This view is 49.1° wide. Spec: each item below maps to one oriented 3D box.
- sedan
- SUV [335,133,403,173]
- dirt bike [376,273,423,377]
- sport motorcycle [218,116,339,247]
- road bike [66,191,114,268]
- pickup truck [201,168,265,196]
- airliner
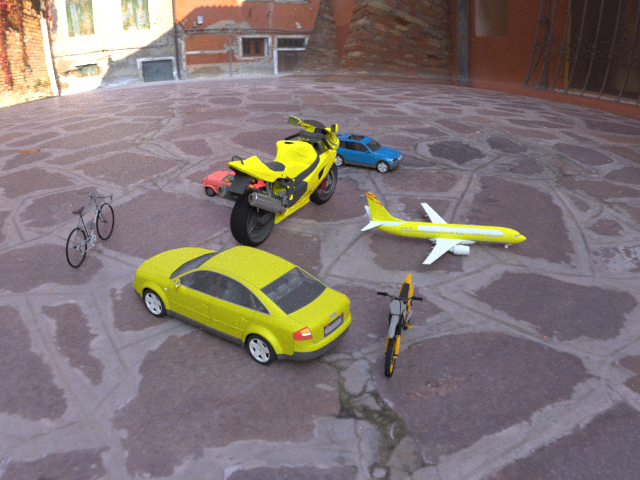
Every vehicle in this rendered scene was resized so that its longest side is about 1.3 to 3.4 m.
[{"bbox_3d":[-1.079,0.611,8.854,3.137,0.940,1.235,17,31,31],"label":"sedan"},{"bbox_3d":[0.904,-1.803,14.291,1.572,0.580,0.656,11,28,21],"label":"SUV"},{"bbox_3d":[0.950,0.935,8.273,0.527,0.857,1.493,7,27,14],"label":"dirt bike"},{"bbox_3d":[-0.523,-1.009,11.465,0.983,1.596,2.955,15,30,29],"label":"sport motorcycle"},{"bbox_3d":[-3.491,-0.202,10.647,0.358,0.852,1.545,4,26,9],"label":"road bike"},{"bbox_3d":[-1.378,-1.025,12.753,1.603,0.511,0.640,12,28,24],"label":"pickup truck"},{"bbox_3d":[1.927,-0.296,10.861,2.541,0.835,2.257,3,26,6],"label":"airliner"}]
